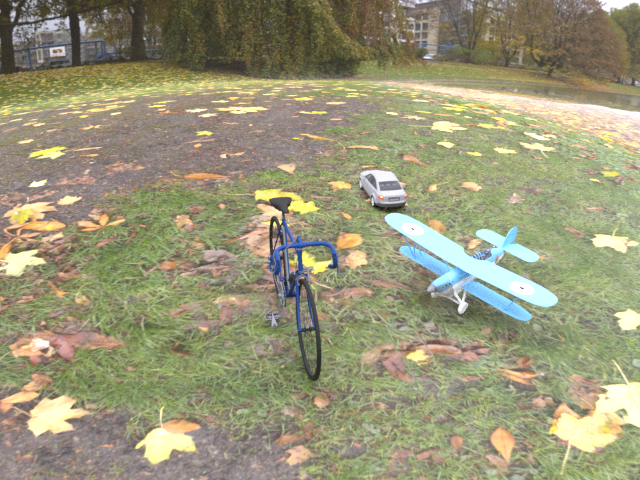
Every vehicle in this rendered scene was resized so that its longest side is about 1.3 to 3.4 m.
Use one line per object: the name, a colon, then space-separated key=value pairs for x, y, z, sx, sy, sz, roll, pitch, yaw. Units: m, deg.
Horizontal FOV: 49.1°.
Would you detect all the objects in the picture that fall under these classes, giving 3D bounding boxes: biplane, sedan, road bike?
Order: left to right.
road bike: x=-0.356 y=0.406 z=8.628 sx=0.696 sy=1.656 sz=3.004 roll=-6 pitch=26 yaw=-12
sedan: x=1.158 y=-1.039 z=13.072 sx=0.635 sy=0.483 sz=1.613 roll=-5 pitch=26 yaw=-10
biplane: x=2.127 y=0.367 z=9.503 sx=2.598 sy=0.981 sz=2.120 roll=23 pitch=33 yaw=39
